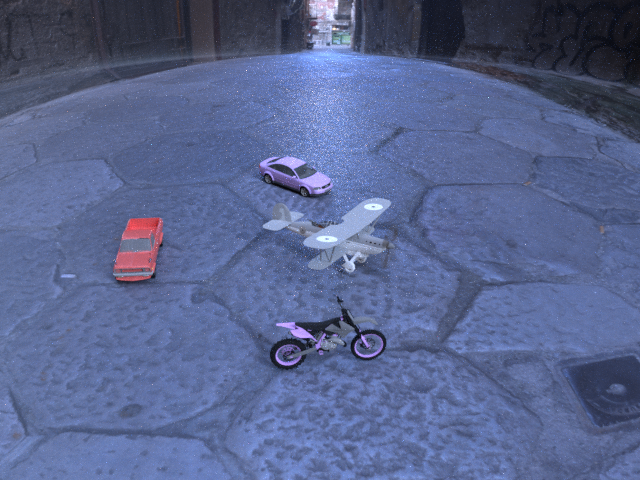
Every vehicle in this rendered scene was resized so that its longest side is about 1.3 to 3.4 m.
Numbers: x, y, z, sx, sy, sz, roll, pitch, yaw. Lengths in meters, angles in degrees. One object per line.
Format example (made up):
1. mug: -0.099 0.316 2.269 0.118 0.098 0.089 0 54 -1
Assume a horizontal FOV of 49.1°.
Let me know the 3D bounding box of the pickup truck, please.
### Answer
1. pickup truck: -2.859 0.075 11.081 0.640 0.511 1.603 -2 30 -4

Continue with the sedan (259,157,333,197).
1. sedan: -0.473 -1.275 13.482 1.613 0.483 0.635 22 37 34

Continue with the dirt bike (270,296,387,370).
1. dirt bike: 0.111 1.209 8.740 1.493 0.857 0.527 -5 30 -8

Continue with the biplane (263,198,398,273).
1. biplane: 0.190 -0.118 10.946 2.120 0.981 2.598 14 33 23
